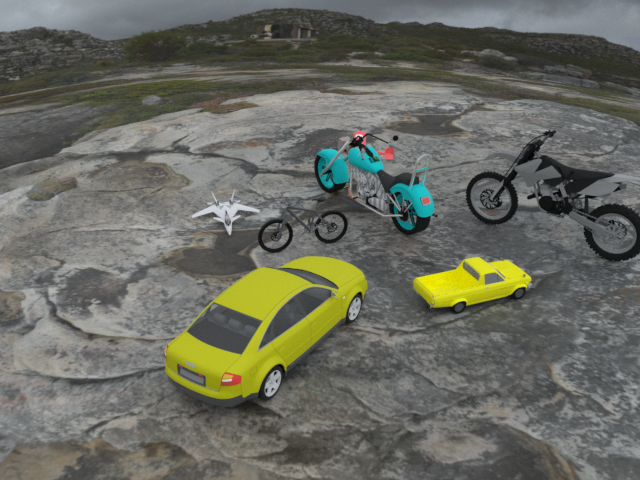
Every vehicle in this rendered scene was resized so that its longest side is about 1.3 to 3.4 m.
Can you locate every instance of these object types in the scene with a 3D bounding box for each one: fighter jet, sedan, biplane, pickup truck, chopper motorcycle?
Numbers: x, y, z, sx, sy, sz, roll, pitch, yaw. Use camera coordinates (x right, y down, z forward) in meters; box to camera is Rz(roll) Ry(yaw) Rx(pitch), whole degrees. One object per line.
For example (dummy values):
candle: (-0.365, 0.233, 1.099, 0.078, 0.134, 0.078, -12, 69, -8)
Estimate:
fighter jet: (-1.576, -0.460, 11.789, 1.147, 0.286, 1.358, -5, 28, -10)
sedan: (-0.522, 0.859, 8.500, 1.235, 0.940, 3.137, 17, 31, 29)
biplane: (0.940, -1.731, 14.029, 1.090, 0.504, 1.336, 2, 27, 4)
pickup truck: (2.086, 0.562, 9.549, 1.603, 0.511, 0.640, -10, 29, -19)
chopper motorcycle: (0.830, -1.146, 11.819, 0.906, 1.480, 3.040, -17, 32, -29)

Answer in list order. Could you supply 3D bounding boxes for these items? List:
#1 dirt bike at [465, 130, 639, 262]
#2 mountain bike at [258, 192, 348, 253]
dirt bike: (3.596, -0.724, 10.790, 2.903, 1.666, 1.024, 20, 33, 33)
mountain bike: (-0.253, -0.271, 10.783, 1.469, 0.868, 0.573, -10, 29, -18)
